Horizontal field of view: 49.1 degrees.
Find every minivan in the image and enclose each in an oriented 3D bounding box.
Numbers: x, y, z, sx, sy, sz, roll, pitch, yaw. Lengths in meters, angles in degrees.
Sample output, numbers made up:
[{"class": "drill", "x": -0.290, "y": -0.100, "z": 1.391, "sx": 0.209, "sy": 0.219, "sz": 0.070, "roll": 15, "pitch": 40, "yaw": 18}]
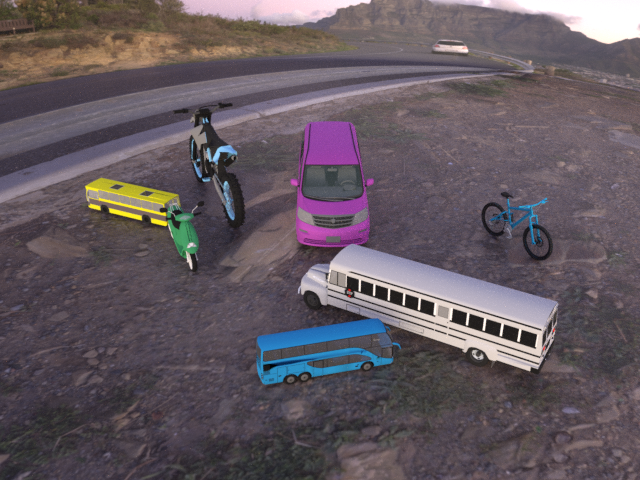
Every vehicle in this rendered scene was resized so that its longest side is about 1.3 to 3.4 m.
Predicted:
[{"class": "minivan", "x": 0.189, "y": -0.992, "z": 11.740, "sx": 1.324, "sy": 1.197, "sz": 3.011, "roll": 0, "pitch": 28, "yaw": 0}]

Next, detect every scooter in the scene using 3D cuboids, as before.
[{"class": "scooter", "x": -2.067, "y": -0.182, "z": 10.521, "sx": 0.662, "sy": 0.919, "sz": 1.399, "roll": -11, "pitch": 30, "yaw": -20}]

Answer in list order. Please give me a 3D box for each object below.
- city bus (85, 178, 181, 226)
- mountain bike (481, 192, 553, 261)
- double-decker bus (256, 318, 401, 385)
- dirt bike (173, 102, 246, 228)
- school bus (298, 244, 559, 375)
[{"class": "city bus", "x": -3.165, "y": -0.634, "z": 11.853, "sx": 1.674, "sy": 0.460, "sz": 0.476, "roll": 13, "pitch": 31, "yaw": 23}, {"class": "mountain bike", "x": 3.021, "y": -0.281, "z": 10.761, "sx": 0.573, "sy": 0.868, "sz": 1.469, "roll": -16, "pitch": 32, "yaw": -27}, {"class": "double-decker bus", "x": 0.092, "y": 1.290, "z": 8.170, "sx": 1.672, "sy": 0.541, "sz": 0.389, "roll": -7, "pitch": 29, "yaw": -13}, {"class": "dirt bike", "x": -1.854, "y": -1.410, "z": 12.025, "sx": 1.024, "sy": 1.666, "sz": 2.903, "roll": -12, "pitch": 30, "yaw": -21}, {"class": "school bus", "x": 1.231, "y": 0.769, "z": 8.823, "sx": 3.322, "sy": 0.844, "sz": 0.709, "roll": 16, "pitch": 32, "yaw": 27}]
